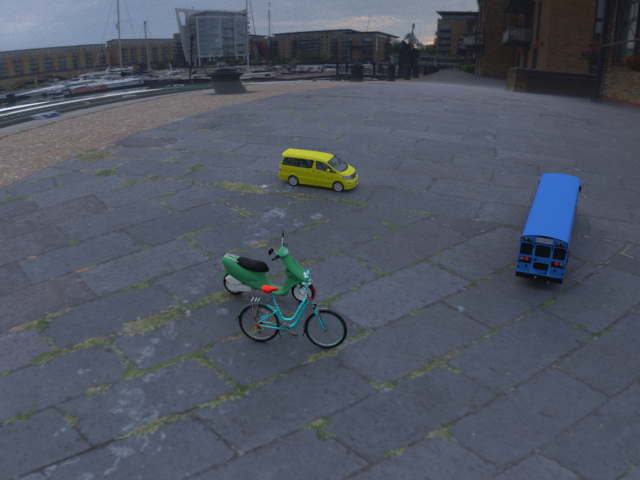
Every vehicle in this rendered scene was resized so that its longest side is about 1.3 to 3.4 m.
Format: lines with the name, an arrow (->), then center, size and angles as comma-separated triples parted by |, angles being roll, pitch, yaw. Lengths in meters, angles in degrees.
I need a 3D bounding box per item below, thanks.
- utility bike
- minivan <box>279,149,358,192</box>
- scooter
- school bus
utility bike -> -0.361, 0.858, 8.667 | 1.435, 0.946, 0.535 | 5, 26, 9
minivan -> -0.020, -1.390, 13.784 | 1.548, 0.616, 0.681 | 9, 27, 18
scooter -> -0.742, 0.399, 9.665 | 1.399, 0.919, 0.662 | 6, 26, 12
school bus -> 3.734, -0.319, 11.263 | 0.709, 0.844, 3.322 | 10, 27, 20
